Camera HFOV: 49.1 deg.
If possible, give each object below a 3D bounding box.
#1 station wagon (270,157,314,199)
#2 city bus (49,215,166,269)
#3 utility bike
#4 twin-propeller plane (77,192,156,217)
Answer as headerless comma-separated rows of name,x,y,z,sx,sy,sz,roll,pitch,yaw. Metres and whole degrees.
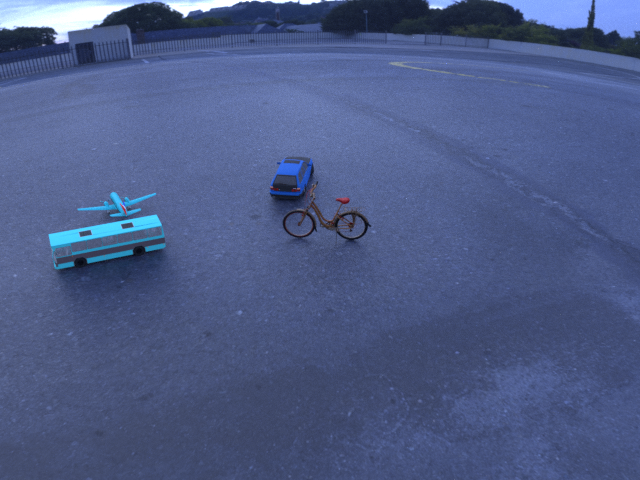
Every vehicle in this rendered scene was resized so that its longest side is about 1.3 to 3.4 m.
station wagon,-0.516,-1.272,13.184,0.682,0.473,1.597,4,29,7
city bus,-3.282,0.040,10.851,1.674,0.460,0.476,-12,31,-20
utility bike,0.105,-0.392,11.126,1.435,0.946,0.535,2,29,4
twin-propeller plane,-3.492,-0.657,12.151,1.370,0.407,1.095,-14,32,-24
